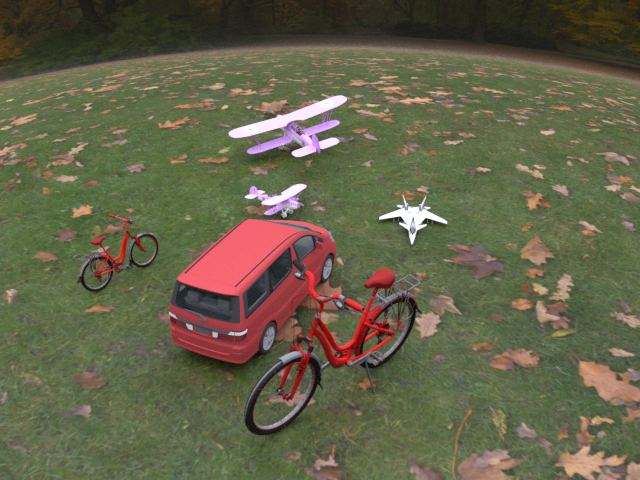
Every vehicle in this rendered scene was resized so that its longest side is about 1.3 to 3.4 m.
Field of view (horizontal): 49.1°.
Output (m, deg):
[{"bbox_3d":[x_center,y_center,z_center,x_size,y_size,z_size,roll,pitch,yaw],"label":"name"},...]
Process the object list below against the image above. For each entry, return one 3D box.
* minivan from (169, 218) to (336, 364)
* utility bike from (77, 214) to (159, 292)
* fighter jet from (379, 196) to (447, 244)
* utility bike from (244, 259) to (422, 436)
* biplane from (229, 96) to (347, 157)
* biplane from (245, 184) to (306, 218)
[{"bbox_3d":[-0.801,0.417,9.604,1.324,1.197,3.011,13,33,21],"label":"minivan"},{"bbox_3d":[-3.019,0.142,10.324,0.535,0.946,1.435,23,37,33],"label":"utility bike"},{"bbox_3d":[1.572,-0.344,11.809,1.147,0.286,1.358,4,31,7],"label":"fighter jet"},{"bbox_3d":[0.319,1.078,7.836,2.791,1.839,1.039,-25,38,-36],"label":"utility bike"},{"bbox_3d":[-0.493,-2.149,14.211,2.598,0.981,2.120,-14,33,-22],"label":"biplane"},{"bbox_3d":[-0.750,-0.702,12.205,1.090,0.504,1.336,14,33,23],"label":"biplane"}]
